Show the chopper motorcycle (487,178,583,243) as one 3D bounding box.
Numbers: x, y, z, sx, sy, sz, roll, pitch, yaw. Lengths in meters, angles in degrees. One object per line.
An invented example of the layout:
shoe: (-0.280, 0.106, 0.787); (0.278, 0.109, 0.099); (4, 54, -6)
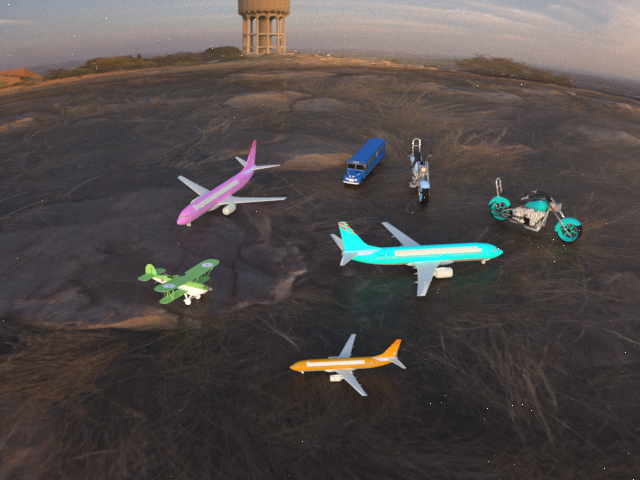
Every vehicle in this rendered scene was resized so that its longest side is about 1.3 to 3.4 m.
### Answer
chopper motorcycle: (3.472, -0.484, 11.301); (1.563, 0.761, 0.466); (20, 33, 33)

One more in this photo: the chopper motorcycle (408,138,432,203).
chopper motorcycle: (1.839, -1.277, 12.852); (0.466, 0.761, 1.563); (0, 27, 0)

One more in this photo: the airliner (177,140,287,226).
airliner: (-1.731, -0.995, 12.219); (2.257, 0.835, 2.541); (13, 30, 24)

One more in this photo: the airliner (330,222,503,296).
airliner: (1.469, 0.044, 10.187); (2.541, 0.835, 2.257); (-4, 27, -7)

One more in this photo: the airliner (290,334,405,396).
airliner: (0.304, 1.348, 8.082); (1.307, 0.429, 1.161); (-2, 27, -3)

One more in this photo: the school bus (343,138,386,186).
school bus: (0.882, -1.539, 13.725); (0.365, 0.434, 1.708); (10, 29, 19)

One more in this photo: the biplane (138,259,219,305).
biplane: (-1.915, 0.562, 9.537); (1.090, 0.504, 1.336); (12, 29, 22)
